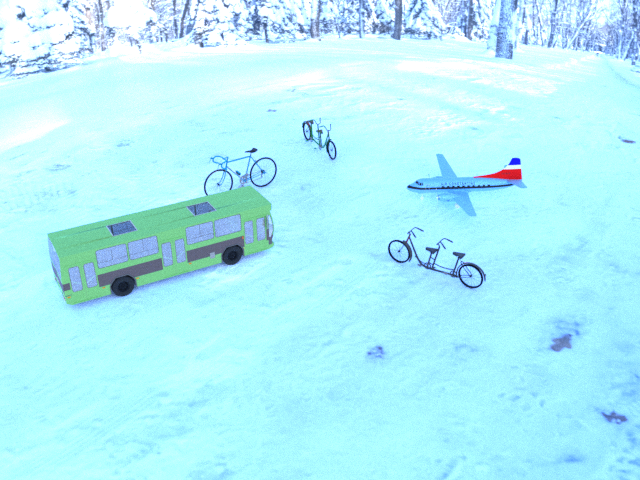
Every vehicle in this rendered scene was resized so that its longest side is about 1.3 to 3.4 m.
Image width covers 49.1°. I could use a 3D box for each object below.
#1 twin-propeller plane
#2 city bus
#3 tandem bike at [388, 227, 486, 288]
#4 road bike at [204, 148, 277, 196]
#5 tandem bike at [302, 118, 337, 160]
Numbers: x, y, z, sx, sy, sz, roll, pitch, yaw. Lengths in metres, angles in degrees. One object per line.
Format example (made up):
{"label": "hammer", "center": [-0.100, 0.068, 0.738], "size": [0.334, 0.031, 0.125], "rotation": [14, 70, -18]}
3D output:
{"label": "twin-propeller plane", "center": [2.636, -1.107, 12.726], "size": [2.129, 0.792, 2.663], "rotation": [-2, 30, -3]}
{"label": "city bus", "center": [-2.318, 0.059, 10.592], "size": [3.255, 0.894, 0.926], "rotation": [-16, 34, -26]}
{"label": "tandem bike", "center": [1.732, 0.240, 10.490], "size": [1.642, 0.682, 0.283], "rotation": [20, 35, 30]}
{"label": "road bike", "center": [-1.458, -1.255, 12.924], "size": [1.545, 0.852, 0.358], "rotation": [-19, 35, -30]}
{"label": "tandem bike", "center": [-0.026, -2.244, 14.820], "size": [0.283, 0.682, 1.642], "rotation": [-14, 33, -22]}
